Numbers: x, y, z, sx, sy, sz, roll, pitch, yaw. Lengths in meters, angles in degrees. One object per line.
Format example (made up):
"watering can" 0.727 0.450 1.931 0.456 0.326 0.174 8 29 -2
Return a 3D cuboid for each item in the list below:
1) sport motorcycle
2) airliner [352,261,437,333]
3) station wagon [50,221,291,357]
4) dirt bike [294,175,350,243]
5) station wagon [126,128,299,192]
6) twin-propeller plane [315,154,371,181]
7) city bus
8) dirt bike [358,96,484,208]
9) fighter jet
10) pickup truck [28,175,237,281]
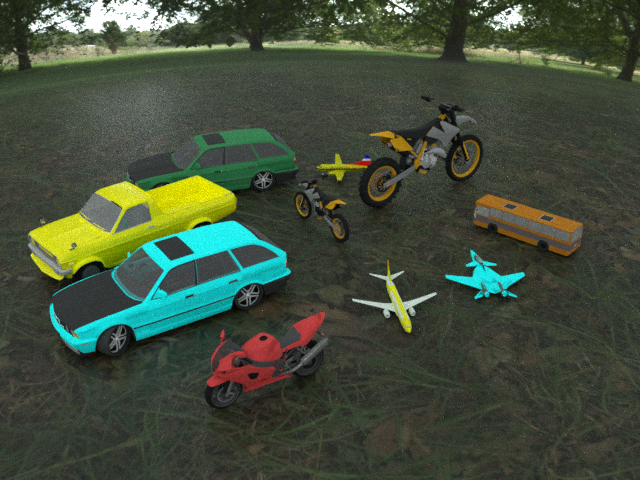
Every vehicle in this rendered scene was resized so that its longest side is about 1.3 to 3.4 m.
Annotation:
"sport motorcycle" -0.588 1.328 7.766 1.520 0.821 0.506 -16 32 -28
"airliner" 1.031 0.748 9.289 1.161 0.429 1.307 -4 28 -7
"station wagon" -1.946 0.514 9.207 3.105 0.920 1.327 -17 32 -30
"dirt bike" 0.005 -0.554 11.304 0.527 0.857 1.493 -18 33 -31
"station wagon" -2.001 -1.431 12.903 3.105 0.920 1.327 -10 29 -18
"twin-propeller plane" 0.448 -1.440 13.471 1.095 0.407 1.370 0 28 0
"city bus" 3.273 -0.236 11.126 1.674 0.460 0.476 23 36 37
"dirt bike" 1.866 -1.593 12.410 2.903 1.666 1.024 -18 32 -30
"fighter jet" 2.364 0.395 10.114 1.147 0.286 1.358 -2 28 -3
"pickup truck" -2.809 -0.330 10.733 3.117 0.993 1.244 -24 36 -37
